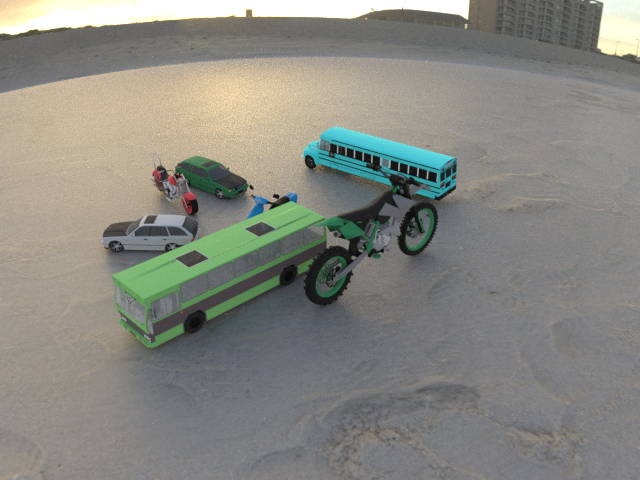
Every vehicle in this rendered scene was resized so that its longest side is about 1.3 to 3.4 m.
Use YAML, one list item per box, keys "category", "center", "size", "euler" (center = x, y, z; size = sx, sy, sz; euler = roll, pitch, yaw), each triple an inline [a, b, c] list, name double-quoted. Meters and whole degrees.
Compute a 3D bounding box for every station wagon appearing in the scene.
- category: "station wagon"
  center: [-2.823, -0.138, 11.639]
  size: [1.597, 0.473, 0.682]
  euler: [1, 29, 1]
- category: "station wagon"
  center: [-2.116, -1.254, 13.629]
  size: [1.597, 0.473, 0.682]
  euler: [21, 36, 33]

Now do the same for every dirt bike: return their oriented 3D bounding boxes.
- category: "dirt bike"
  center: [0.846, -0.163, 10.465]
  size: [2.903, 1.666, 1.024]
  euler: [-25, 38, -37]

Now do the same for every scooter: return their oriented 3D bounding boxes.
- category: "scooter"
  center: [-0.822, -0.488, 11.808]
  size: [0.662, 0.919, 1.399]
  euler: [21, 36, 33]

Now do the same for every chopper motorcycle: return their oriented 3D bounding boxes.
- category: "chopper motorcycle"
  center: [-2.702, -1.044, 12.961]
  size: [0.466, 0.761, 1.563]
  euler: [-21, 35, -32]

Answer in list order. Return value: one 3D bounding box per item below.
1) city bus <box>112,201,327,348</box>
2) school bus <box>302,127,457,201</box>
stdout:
- category: "city bus"
  center: [-1.330, 0.439, 10.179]
  size: [3.255, 0.894, 0.926]
  euler: [-25, 38, -37]
- category: "school bus"
  center: [1.068, -1.560, 13.795]
  size: [3.322, 0.844, 0.709]
  euler: [21, 35, 32]
